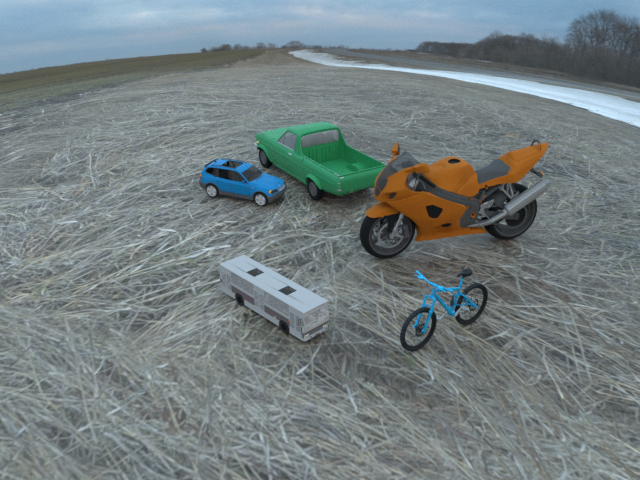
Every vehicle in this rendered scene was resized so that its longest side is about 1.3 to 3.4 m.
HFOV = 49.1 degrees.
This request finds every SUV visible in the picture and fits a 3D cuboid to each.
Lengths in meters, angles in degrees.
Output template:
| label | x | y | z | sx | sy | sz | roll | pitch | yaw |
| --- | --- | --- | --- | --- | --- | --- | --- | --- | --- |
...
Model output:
| label | x | y | z | sx | sy | sz | roll | pitch | yaw |
| --- | --- | --- | --- | --- | --- | --- | --- | --- | --- |
| SUV | -1.361 | -1.049 | 12.297 | 1.572 | 0.580 | 0.656 | 11 | 29 | 21 |

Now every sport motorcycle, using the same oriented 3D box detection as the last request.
| label | x | y | z | sx | sy | sz | roll | pitch | yaw |
| --- | --- | --- | --- | --- | --- | --- | --- | --- | --- |
| sport motorcycle | 1.981 | -0.610 | 10.293 | 2.955 | 1.596 | 0.983 | -9 | 28 | -16 |

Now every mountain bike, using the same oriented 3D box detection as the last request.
| label | x | y | z | sx | sy | sz | roll | pitch | yaw |
| --- | --- | --- | --- | --- | --- | --- | --- | --- | --- |
| mountain bike | 1.510 | 0.778 | 8.343 | 1.469 | 0.868 | 0.573 | -19 | 32 | -33 |

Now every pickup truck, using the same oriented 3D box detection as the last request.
| label | x | y | z | sx | sy | sz | roll | pitch | yaw |
| --- | --- | --- | --- | --- | --- | --- | --- | --- | --- |
| pickup truck | -0.040 | -1.582 | 12.899 | 1.244 | 0.993 | 3.117 | -16 | 31 | -28 |

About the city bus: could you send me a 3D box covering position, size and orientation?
| label | x | y | z | sx | sy | sz | roll | pitch | yaw |
| --- | --- | --- | --- | --- | --- | --- | --- | --- | --- |
| city bus | -0.611 | 0.726 | 8.902 | 0.476 | 0.460 | 1.674 | -23 | 35 | -38 |
